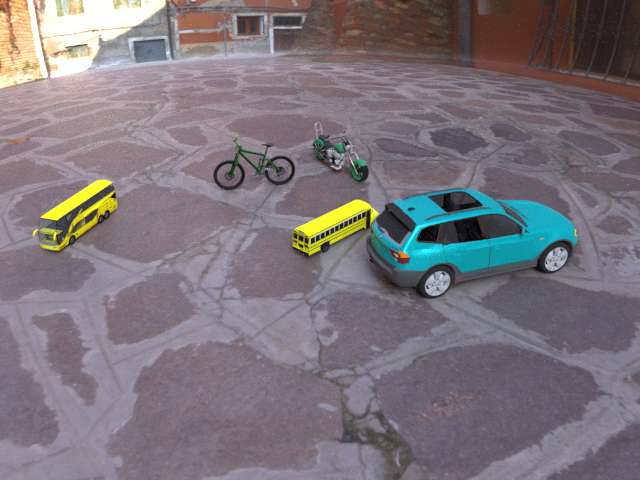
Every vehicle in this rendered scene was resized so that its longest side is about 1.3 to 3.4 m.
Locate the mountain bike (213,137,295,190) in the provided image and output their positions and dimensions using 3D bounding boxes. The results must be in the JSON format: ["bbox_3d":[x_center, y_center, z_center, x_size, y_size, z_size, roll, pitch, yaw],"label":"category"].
[{"bbox_3d":[-1.163,-1.336,12.409,1.469,0.868,0.573,-7,29,-12],"label":"mountain bike"}]

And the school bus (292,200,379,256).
[{"bbox_3d":[0.293,-0.229,10.809,0.365,0.434,1.708,24,36,37],"label":"school bus"}]

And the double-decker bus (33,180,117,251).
[{"bbox_3d":[-3.798,-0.392,11.000,0.389,0.541,1.672,9,30,16],"label":"double-decker bus"}]

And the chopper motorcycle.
[{"bbox_3d":[0.369,-1.658,13.118,0.466,0.761,1.563,-19,34,-32],"label":"chopper motorcycle"}]

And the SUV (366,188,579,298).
[{"bbox_3d":[2.180,-0.117,9.869,3.058,1.128,1.276,-10,30,-18],"label":"SUV"}]
